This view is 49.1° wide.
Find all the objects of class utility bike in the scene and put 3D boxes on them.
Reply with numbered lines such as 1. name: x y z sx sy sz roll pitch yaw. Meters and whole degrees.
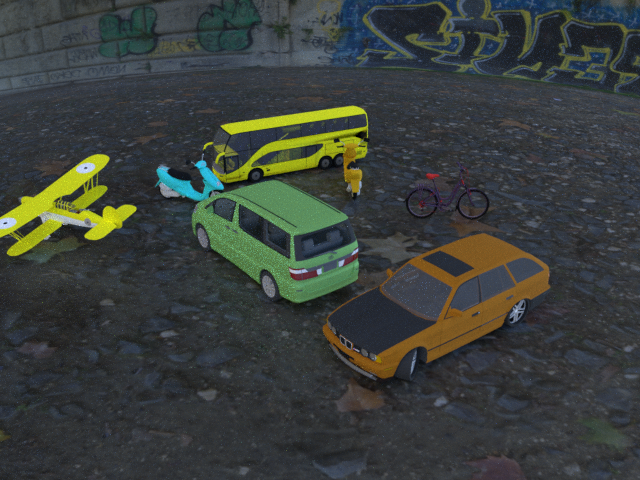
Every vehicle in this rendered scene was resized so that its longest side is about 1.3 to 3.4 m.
1. utility bike: 2.103 -0.812 11.640 1.435 0.946 0.535 2 27 3

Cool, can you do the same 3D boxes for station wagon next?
1. station wagon: 1.497 0.699 8.689 3.105 0.920 1.327 -19 32 -32

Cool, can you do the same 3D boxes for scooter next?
1. scooter: -2.265 -1.071 12.181 1.399 0.919 0.662 9 28 18
2. scooter: 0.585 -1.364 12.759 0.662 0.919 1.399 -2 27 -3

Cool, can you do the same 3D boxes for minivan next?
1. minivan: -0.759 -0.179 10.116 1.324 1.197 3.011 -19 33 -33

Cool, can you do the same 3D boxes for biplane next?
1. biplane: -3.903 -0.401 10.792 2.120 0.981 2.598 12 29 23

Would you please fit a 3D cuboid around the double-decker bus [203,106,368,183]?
1. double-decker bus: -0.595 -1.858 13.584 3.251 1.052 0.756 -13 30 -24
